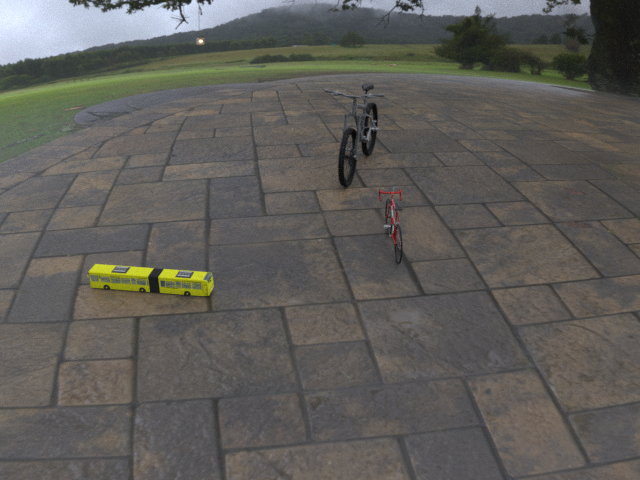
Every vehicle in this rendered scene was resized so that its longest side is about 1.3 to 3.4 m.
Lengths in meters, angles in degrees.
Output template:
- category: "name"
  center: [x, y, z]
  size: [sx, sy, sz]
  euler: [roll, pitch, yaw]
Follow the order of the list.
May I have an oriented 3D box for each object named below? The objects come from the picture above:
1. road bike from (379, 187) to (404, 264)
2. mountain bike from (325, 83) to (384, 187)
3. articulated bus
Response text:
- category: "road bike"
  center: [1.138, -0.267, 10.804]
  size: [0.358, 0.852, 1.545]
  euler: [-2, 27, -3]
- category: "mountain bike"
  center: [0.774, -2.187, 13.660]
  size: [1.114, 1.688, 2.857]
  euler: [8, 28, 15]
- category: "articulated bus"
  center: [-2.374, 0.561, 9.797]
  size: [1.749, 0.289, 0.311]
  euler: [4, 27, 7]
